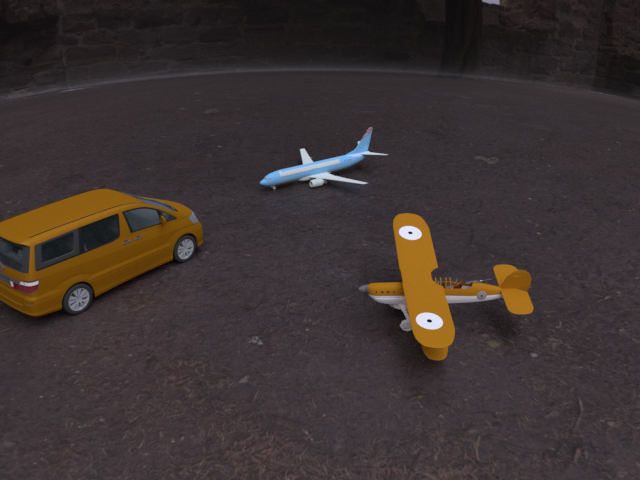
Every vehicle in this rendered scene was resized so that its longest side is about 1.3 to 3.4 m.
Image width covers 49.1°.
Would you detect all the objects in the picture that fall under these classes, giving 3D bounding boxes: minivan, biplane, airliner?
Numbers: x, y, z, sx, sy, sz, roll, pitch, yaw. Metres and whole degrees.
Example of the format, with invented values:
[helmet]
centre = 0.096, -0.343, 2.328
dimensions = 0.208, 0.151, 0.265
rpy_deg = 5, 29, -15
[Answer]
[minivan]
centre = -3.012, -0.027, 9.731
dimensions = 1.324, 1.197, 3.011
rpy_deg = 19, 32, 34
[biplane]
centre = 1.533, 0.644, 8.612
dimensions = 2.120, 0.981, 2.598
rpy_deg = 0, 26, -1
[airliner]
centre = -0.013, -1.535, 13.205
dimensions = 2.541, 0.835, 2.257
rpy_deg = -15, 30, -28
